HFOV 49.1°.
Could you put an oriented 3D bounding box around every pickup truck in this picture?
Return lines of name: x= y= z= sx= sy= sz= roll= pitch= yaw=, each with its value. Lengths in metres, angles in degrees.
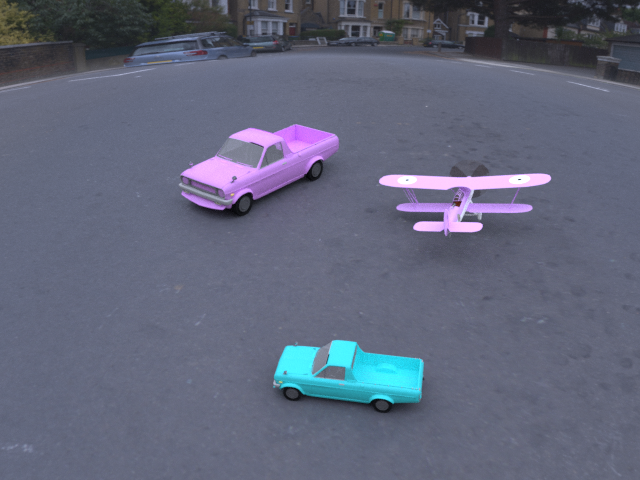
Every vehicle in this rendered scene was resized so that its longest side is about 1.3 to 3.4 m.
pickup truck: x=0.312 y=1.406 z=7.501 sx=1.603 sy=0.511 sz=0.640 roll=5 pitch=28 yaw=9
pickup truck: x=-0.992 y=-1.415 z=12.292 sx=1.244 sy=0.993 sz=3.117 roll=20 pitch=34 yaw=33

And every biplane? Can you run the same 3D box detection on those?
biplane: x=2.071 y=-0.546 z=10.671 sx=2.598 sy=0.981 sz=2.120 roll=10 pitch=30 yaw=18
